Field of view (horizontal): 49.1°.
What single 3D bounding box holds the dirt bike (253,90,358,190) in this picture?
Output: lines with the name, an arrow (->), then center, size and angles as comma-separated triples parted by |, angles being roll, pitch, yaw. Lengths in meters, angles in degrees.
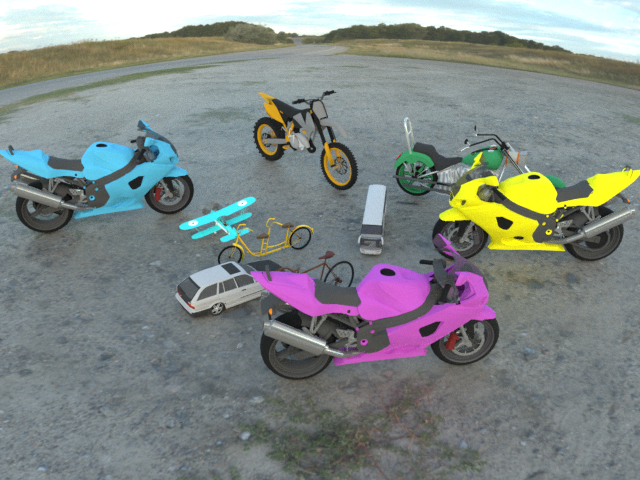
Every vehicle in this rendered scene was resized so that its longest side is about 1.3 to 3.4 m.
dirt bike -> -0.330, -2.032, 13.386 | 1.024, 1.666, 2.903 | -25, 37, -37

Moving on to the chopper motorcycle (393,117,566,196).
chopper motorcycle -> 2.765, -1.239, 12.145 | 3.040, 1.480, 0.906 | 11, 31, 19

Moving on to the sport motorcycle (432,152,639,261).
sport motorcycle -> 3.192, -0.401, 10.509 | 2.955, 1.596, 0.983 | 0, 29, 0

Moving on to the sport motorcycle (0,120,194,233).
sport motorcycle -> -3.596, -1.002, 11.596 | 2.955, 1.596, 0.983 | -9, 30, -17

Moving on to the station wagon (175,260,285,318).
station wagon -> -1.214, 0.590, 9.877 | 1.597, 0.473, 0.682 | -18, 34, -30

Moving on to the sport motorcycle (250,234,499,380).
sport motorcycle -> 0.702, 0.886, 8.182 | 2.955, 1.596, 0.983 | -3, 29, -6

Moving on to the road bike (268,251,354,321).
road bike -> -0.093, 0.609, 9.451 | 1.545, 0.852, 0.358 | -23, 37, -36

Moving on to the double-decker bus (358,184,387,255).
double-decker bus -> 0.888, -0.338, 11.485 | 0.389, 0.541, 1.672 | 4, 29, 7

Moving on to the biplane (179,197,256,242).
biplane -> -1.576, -0.247, 11.358 | 1.336, 0.504, 1.090 | -16, 33, -27

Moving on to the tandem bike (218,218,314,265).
tandem bike -> -0.815, -0.008, 10.744 | 1.642, 0.682, 0.283 | -16, 33, -26
